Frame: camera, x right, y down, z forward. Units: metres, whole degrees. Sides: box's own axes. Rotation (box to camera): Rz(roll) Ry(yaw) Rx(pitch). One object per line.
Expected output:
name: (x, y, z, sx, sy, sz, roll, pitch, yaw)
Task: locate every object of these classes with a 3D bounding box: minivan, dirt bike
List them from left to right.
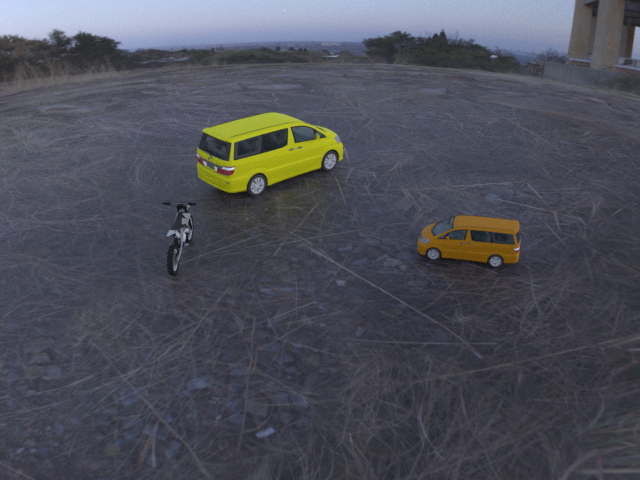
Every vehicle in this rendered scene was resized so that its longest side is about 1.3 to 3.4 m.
dirt bike: (-2.153, -0.117, 10.735, 0.527, 0.857, 1.493, 1, 28, 3)
minivan: (-0.890, -1.801, 13.567, 3.011, 1.197, 1.324, -23, 35, -36)
minivan: (2.301, -0.029, 10.827, 1.548, 0.616, 0.681, 7, 29, 12)
